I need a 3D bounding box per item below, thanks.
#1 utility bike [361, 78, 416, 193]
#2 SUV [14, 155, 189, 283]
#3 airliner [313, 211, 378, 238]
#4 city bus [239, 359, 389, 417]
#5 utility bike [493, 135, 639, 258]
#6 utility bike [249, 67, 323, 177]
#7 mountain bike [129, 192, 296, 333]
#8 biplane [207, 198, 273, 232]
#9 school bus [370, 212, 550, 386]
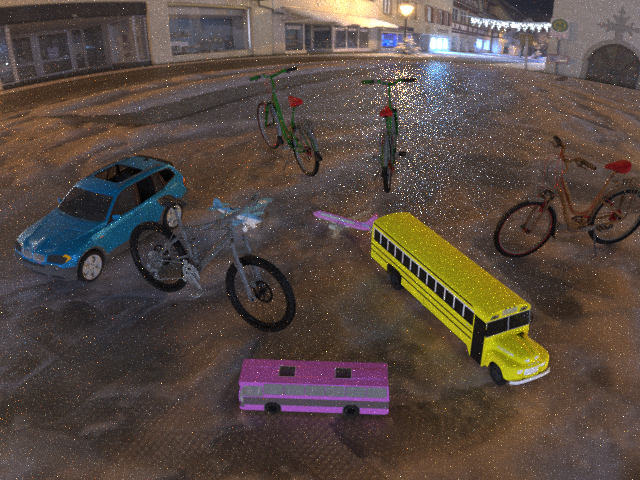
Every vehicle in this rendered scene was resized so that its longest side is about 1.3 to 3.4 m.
[{"bbox_3d":[1.247,-2.110,13.375,1.039,1.839,2.791,4,29,8],"label":"utility bike"},{"bbox_3d":[-3.379,-0.442,11.089,1.276,1.128,3.058,15,32,25],"label":"SUV"},{"bbox_3d":[0.419,-0.396,11.728,1.307,0.429,1.161,18,34,30],"label":"airliner"},{"bbox_3d":[-0.061,1.678,7.940,1.674,0.460,0.476,1,29,2],"label":"city bus"},{"bbox_3d":[3.988,-0.571,10.587,2.791,1.839,1.039,-8,30,-14],"label":"utility bike"},{"bbox_3d":[-0.750,-2.372,13.850,1.039,1.839,2.791,-15,32,-25],"label":"utility bike"},{"bbox_3d":[-1.526,0.214,9.321,2.857,1.688,1.114,17,33,28],"label":"mountain bike"},{"bbox_3d":[-1.352,-0.454,11.756,1.090,0.504,1.336,16,33,27],"label":"biplane"},{"bbox_3d":[1.775,0.678,9.355,0.709,0.844,3.322,-13,31,-22],"label":"school bus"}]
